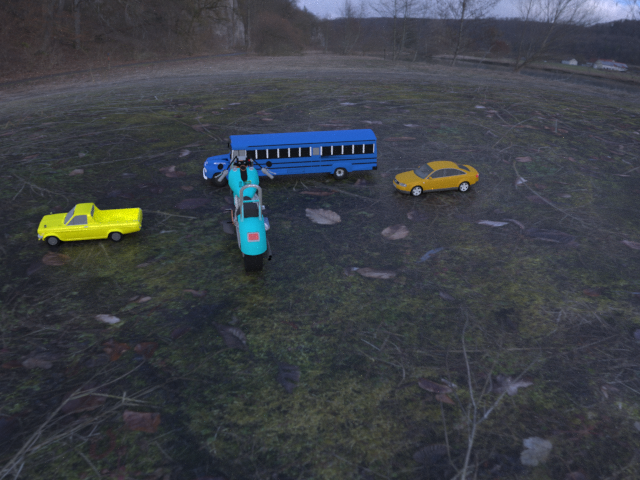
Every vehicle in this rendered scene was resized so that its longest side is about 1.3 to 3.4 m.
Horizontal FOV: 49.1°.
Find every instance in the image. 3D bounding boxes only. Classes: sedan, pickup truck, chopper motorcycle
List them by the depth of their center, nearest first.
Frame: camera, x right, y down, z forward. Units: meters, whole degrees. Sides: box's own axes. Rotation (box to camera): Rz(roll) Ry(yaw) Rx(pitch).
[{"bbox_3d":[-1.148,-0.662,10.802,0.906,1.480,3.040,-4,26,-9],"label":"chopper motorcycle"},{"bbox_3d":[-3.646,-0.290,11.144,1.603,0.511,0.640,-4,26,-9],"label":"pickup truck"},{"bbox_3d":[2.149,-1.181,12.996,1.613,0.483,0.635,-6,27,-12],"label":"sedan"}]

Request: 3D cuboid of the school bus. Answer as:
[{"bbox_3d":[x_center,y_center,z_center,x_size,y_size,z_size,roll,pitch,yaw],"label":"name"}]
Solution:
[{"bbox_3d":[-0.582,-1.611,13.465,3.322,0.844,0.709,-4,26,-8],"label":"school bus"}]
